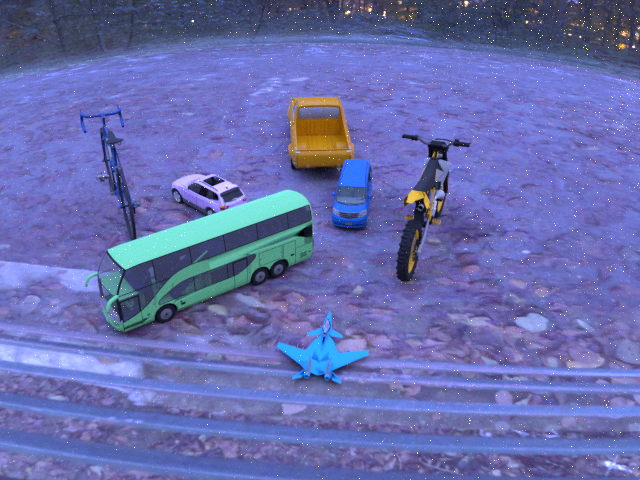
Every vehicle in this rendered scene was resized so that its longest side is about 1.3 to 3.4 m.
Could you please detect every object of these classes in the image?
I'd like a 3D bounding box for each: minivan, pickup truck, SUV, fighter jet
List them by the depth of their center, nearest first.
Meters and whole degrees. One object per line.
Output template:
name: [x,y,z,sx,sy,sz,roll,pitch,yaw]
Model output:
fighter jet: [0.048,1.248,8.828,1.147,0.286,1.358,4,31,7]
minivan: [0.564,-0.795,11.877,0.681,0.616,1.548,4,31,7]
SUV: [-1.906,-0.821,11.954,1.572,0.580,0.656,27,40,37]
pickup truck: [-0.024,-2.244,13.901,1.244,0.993,3.117,-2,31,-3]

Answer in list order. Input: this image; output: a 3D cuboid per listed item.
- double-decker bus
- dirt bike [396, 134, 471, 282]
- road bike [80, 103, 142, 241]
double-decker bus: [-1.549,0.254,9.728,3.251,1.052,0.756,-21,37,-31]
dirt bike: [1.623,-0.661,10.643,1.024,1.666,2.903,11,33,18]
road bike: [-3.377,-1.183,11.514,0.696,1.656,3.004,-12,33,-20]
